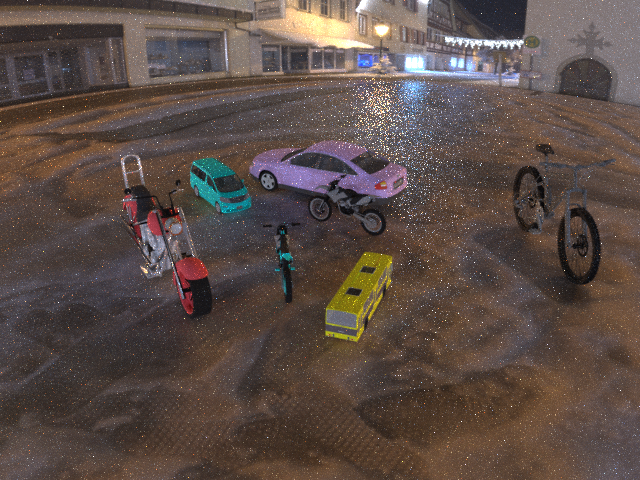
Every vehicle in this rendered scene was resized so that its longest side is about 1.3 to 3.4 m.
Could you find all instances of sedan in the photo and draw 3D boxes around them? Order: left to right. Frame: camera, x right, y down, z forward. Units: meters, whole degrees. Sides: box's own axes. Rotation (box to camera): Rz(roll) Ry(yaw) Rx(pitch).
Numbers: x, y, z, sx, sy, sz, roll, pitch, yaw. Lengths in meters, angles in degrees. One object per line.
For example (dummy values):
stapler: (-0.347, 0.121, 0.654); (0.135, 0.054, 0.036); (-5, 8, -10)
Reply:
sedan: (0.094, -1.339, 13.025); (3.137, 0.940, 1.235); (15, 29, 29)

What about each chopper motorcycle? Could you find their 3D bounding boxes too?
chopper motorcycle: (-2.224, -0.127, 9.868); (0.906, 1.480, 3.040); (-14, 29, -26)

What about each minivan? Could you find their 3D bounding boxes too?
minivan: (-1.813, -0.992, 12.675); (0.681, 0.616, 1.548); (-15, 30, -29)

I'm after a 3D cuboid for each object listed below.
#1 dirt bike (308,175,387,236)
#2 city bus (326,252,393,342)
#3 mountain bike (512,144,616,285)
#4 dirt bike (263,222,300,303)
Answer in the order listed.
dirt bike: (0.428, -0.582, 11.538); (1.493, 0.857, 0.527); (15, 29, 29)
city bus: (0.543, 0.733, 9.252); (0.476, 0.460, 1.674); (9, 27, 18)
mountain bike: (3.520, -0.561, 10.534); (1.114, 1.688, 2.857); (-3, 26, -7)
dirt bike: (-0.515, 0.228, 9.847); (0.527, 0.857, 1.493); (-3, 26, -7)
